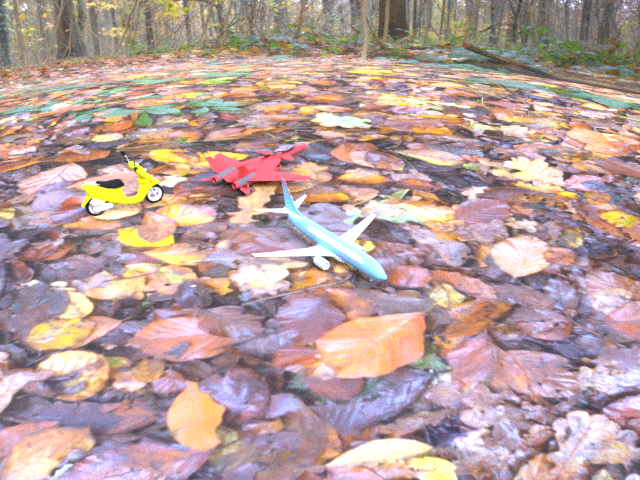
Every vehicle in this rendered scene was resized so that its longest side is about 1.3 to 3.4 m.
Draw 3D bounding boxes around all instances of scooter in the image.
[{"bbox_3d":[-3.302,-0.932,11.665,1.399,0.919,0.662,-16,31,-28],"label":"scooter"}]

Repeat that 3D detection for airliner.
[{"bbox_3d":[0.130,-0.152,10.247,2.257,0.835,2.541,-19,33,-32],"label":"airliner"}]

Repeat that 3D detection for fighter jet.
[{"bbox_3d":[-1.000,-1.604,13.357,2.229,0.557,2.640,17,32,30],"label":"fighter jet"}]
